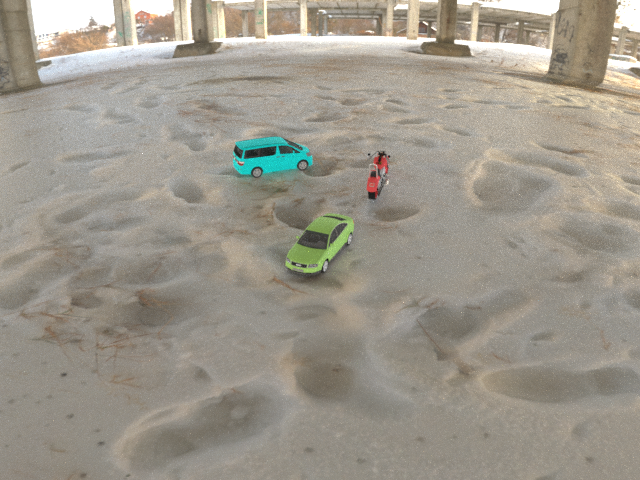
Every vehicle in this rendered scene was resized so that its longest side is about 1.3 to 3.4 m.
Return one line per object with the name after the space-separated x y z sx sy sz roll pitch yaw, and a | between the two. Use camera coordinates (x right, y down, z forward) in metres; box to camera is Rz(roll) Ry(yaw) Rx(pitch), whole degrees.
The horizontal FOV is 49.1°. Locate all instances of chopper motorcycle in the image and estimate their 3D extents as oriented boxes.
1.089 -1.304 12.835 0.466 0.761 1.563 7 29 12 | chopper motorcycle

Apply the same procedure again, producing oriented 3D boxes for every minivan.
-0.908 -1.668 13.657 1.548 0.616 0.681 -11 30 -20 | minivan

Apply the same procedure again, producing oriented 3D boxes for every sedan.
0.014 0.002 10.726 0.635 0.483 1.613 12 31 21 | sedan
